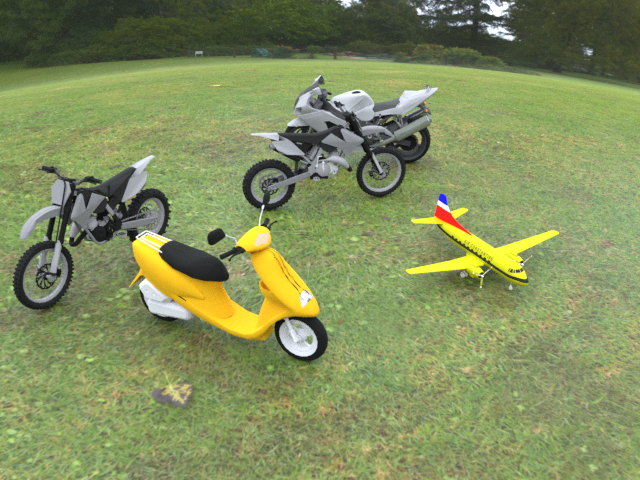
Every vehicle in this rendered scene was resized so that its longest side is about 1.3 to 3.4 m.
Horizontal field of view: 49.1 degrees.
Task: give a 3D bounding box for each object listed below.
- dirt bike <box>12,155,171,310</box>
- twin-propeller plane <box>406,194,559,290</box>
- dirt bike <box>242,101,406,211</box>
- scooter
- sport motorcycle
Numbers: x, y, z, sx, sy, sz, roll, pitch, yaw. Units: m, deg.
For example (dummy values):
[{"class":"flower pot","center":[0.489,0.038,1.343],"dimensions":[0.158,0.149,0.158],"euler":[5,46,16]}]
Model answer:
[{"class":"dirt bike","center":[-3.067,-0.268,9.637],"dimensions":[1.024,1.666,2.903],"euler":[14,30,25]},{"class":"twin-propeller plane","center":[2.263,0.024,10.024],"dimensions":[2.663,0.792,2.129],"euler":[-13,30,-24]},{"class":"dirt bike","center":[0.105,-1.390,11.809],"dimensions":[2.903,1.666,1.024],"euler":[-7,28,-14]},{"class":"scooter","center":[-1.146,0.402,8.211],"dimensions":[2.721,1.786,1.288],"euler":[12,30,22]},{"class":"sport motorcycle","center":[0.755,-2.290,13.626],"dimensions":[2.955,1.596,0.983],"euler":[1,27,3]}]
